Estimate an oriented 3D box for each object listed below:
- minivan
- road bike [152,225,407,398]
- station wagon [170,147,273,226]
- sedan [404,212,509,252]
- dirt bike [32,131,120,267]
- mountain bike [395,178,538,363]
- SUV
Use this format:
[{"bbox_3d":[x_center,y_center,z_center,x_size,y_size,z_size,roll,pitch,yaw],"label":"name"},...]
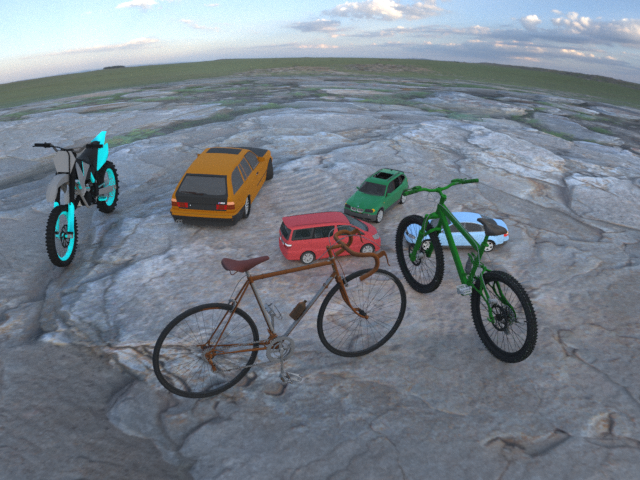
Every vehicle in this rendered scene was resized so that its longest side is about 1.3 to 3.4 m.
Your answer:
[{"bbox_3d":[0.161,-0.081,10.646,1.548,0.616,0.681,-7,27,-14],"label":"minivan"},{"bbox_3d":[-0.347,0.793,7.635,3.004,1.656,0.697,-11,28,-22],"label":"road bike"},{"bbox_3d":[-1.679,-1.198,12.612,1.327,0.920,3.105,4,26,8],"label":"station wagon"},{"bbox_3d":[2.132,-0.158,10.960,1.613,0.483,0.635,0,26,1],"label":"sedan"},{"bbox_3d":[-3.703,-0.819,10.967,1.024,1.666,2.903,1,26,2],"label":"dirt bike"},{"bbox_3d":[1.732,0.268,8.687,1.114,1.688,2.857,-12,28,-23],"label":"mountain bike"},{"bbox_3d":[1.005,-0.807,12.194,0.656,0.580,1.572,14,29,27],"label":"SUV"}]
